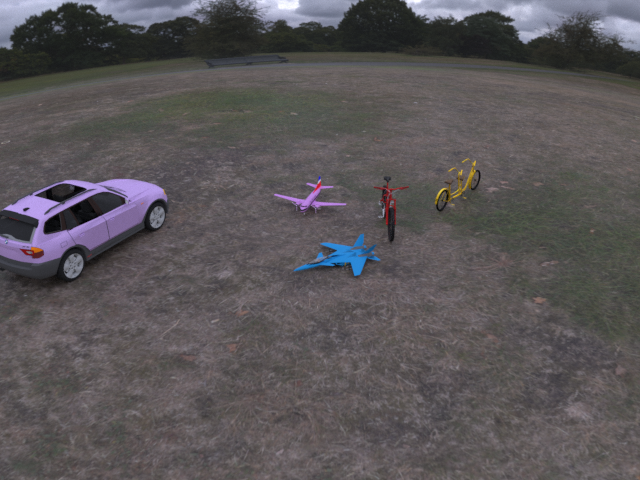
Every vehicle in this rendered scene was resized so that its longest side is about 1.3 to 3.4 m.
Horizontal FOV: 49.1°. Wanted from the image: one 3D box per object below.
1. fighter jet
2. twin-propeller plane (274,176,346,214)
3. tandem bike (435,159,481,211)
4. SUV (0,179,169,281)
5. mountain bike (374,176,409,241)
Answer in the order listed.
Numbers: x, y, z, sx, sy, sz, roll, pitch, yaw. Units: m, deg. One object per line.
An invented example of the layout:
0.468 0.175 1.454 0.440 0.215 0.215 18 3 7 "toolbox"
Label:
0.204 0.247 10.785 1.358 0.286 1.147 -13 30 -24 "fighter jet"
-0.154 -0.799 12.658 1.370 0.407 1.095 9 29 16 "twin-propeller plane"
2.552 -1.042 12.826 0.283 0.682 1.642 21 34 34 "tandem bike"
-3.732 -0.395 11.104 1.276 1.128 3.058 14 31 25 "SUV"
1.150 -0.603 11.783 0.573 0.868 1.469 -1 28 -1 "mountain bike"
